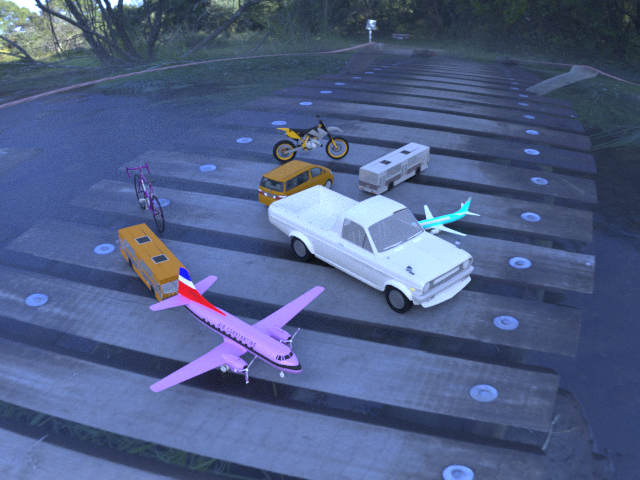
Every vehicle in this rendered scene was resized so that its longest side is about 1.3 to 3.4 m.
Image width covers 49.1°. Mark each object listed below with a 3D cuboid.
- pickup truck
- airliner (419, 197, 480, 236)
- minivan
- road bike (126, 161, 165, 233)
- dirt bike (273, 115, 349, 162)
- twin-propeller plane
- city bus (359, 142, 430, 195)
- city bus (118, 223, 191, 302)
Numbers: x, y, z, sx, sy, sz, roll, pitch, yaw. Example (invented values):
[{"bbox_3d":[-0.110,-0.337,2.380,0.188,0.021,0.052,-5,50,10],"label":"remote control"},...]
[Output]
[{"bbox_3d":[0.635,-0.070,9.925,1.244,0.993,3.117,-24,37,-37],"label":"pickup truck"},{"bbox_3d":[1.855,-0.376,11.077,1.307,0.429,1.161,-12,31,-21],"label":"airliner"},{"bbox_3d":[-0.381,-1.025,12.073,0.681,0.616,1.548,19,34,31],"label":"minivan"},{"bbox_3d":[-2.769,-0.717,11.261,0.358,0.852,1.545,-15,32,-25],"label":"road bike"},{"bbox_3d":[-0.171,-1.918,13.462,1.493,0.857,0.527,-4,29,-7],"label":"dirt bike"},{"bbox_3d":[-1.001,0.973,8.220,2.129,0.792,2.663,23,36,36],"label":"twin-propeller plane"},{"bbox_3d":[1.370,-1.292,12.727,0.476,0.460,1.674,22,35,34],"label":"city bus"},{"bbox_3d":[-2.318,0.330,9.747,0.476,0.460,1.674,-17,33,-28],"label":"city bus"}]
